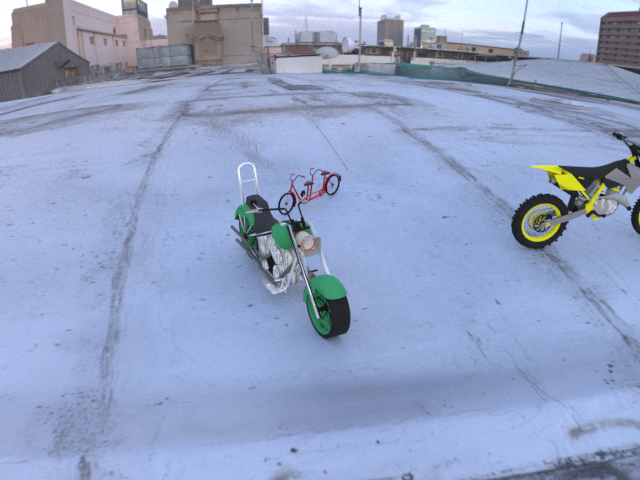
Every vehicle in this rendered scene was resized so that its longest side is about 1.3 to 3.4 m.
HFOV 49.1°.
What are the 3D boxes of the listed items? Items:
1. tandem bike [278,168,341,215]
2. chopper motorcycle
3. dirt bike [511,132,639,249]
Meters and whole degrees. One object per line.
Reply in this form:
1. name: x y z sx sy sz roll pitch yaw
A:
1. tandem bike: -0.159 -0.947 12.371 0.283 0.682 1.642 21 33 37
2. chopper motorcycle: -0.450 0.059 9.390 0.906 1.480 3.040 -13 29 -25
3. dirt bike: 4.361 -0.704 10.747 2.903 1.666 1.024 -4 26 -9
